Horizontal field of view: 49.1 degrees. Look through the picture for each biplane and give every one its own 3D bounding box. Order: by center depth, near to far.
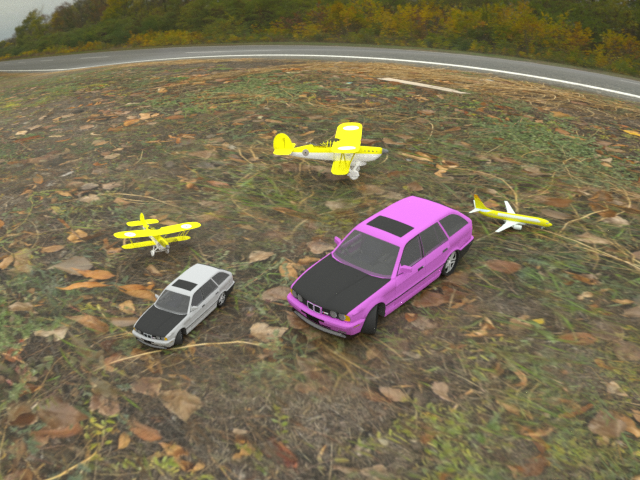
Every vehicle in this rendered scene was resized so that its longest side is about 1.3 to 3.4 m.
[{"bbox_3d":[-2.497,-0.092,10.619,1.336,0.504,1.090,-19,34,-30],"label":"biplane"},{"bbox_3d":[0.198,-1.649,12.910,2.120,0.981,2.598,2,29,4],"label":"biplane"}]

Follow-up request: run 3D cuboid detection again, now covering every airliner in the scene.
[{"bbox_3d":[3.103,-0.452,11.338,1.307,0.429,1.161,10,31,17],"label":"airliner"}]

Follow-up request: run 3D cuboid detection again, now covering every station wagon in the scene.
[{"bbox_3d":[-1.754,0.793,9.070,0.682,0.473,1.597,13,32,22],"label":"station wagon"},{"bbox_3d":[0.901,0.225,9.627,1.327,0.920,3.105,23,36,34],"label":"station wagon"}]
